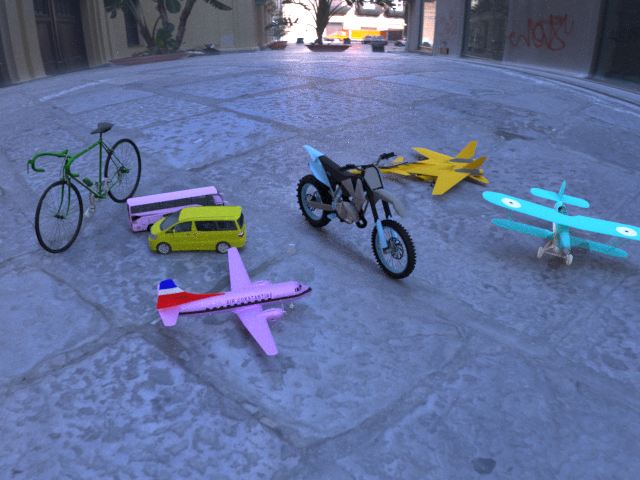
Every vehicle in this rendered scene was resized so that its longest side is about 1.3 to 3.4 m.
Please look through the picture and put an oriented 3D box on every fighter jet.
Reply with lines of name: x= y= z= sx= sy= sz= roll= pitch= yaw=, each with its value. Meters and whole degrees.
fighter jet: x=1.850 y=-1.486 z=13.538 sx=2.640 sy=0.557 sz=2.229 roll=-2 pitch=30 yaw=-3

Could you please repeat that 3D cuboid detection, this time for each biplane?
biplane: x=3.831 y=-0.272 z=10.978 sx=2.598 sy=0.981 sz=2.120 roll=7 pitch=30 yaw=12

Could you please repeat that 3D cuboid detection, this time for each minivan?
minivan: x=-1.966 y=-0.183 z=11.192 sx=1.548 sy=0.616 sz=0.681 roll=-1 pitch=30 yaw=-1

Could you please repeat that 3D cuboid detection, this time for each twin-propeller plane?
twin-propeller plane: x=-1.125 y=0.724 z=9.420 sx=2.129 sy=0.792 sz=2.663 roll=-9 pitch=31 yaw=-15

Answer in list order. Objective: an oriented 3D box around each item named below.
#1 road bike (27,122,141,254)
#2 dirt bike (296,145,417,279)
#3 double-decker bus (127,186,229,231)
road bike: x=-3.784 y=-1.010 z=11.592 sx=0.696 sy=1.656 sz=3.004 roll=9 pitch=31 yaw=15
dirt bike: x=0.505 y=-0.585 z=10.834 sx=1.024 sy=1.666 sz=2.903 roll=-20 pitch=35 yaw=-31
double-decker bus: x=-2.402 y=-0.535 z=11.884 sx=1.672 sy=0.541 sz=0.389 roll=-10 pitch=31 yaw=-17
